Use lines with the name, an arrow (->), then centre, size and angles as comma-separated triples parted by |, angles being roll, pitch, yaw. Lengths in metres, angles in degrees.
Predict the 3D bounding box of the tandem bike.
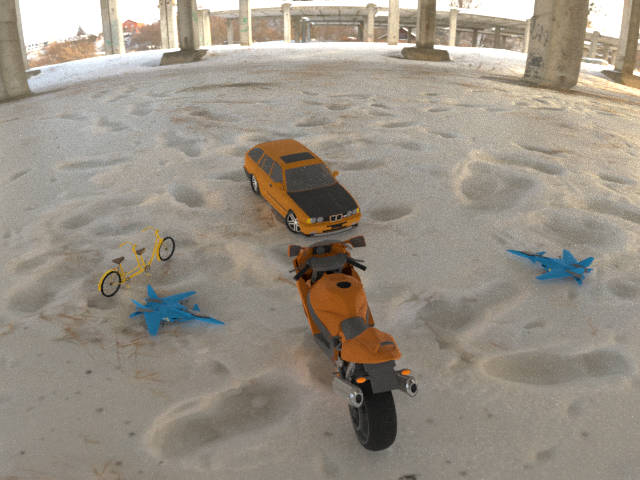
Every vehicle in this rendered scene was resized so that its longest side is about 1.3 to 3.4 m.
tandem bike -> -2.751, 0.275, 10.571 | 0.283, 0.682, 1.642 | 15, 32, 26

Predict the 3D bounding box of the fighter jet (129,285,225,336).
fighter jet -> -1.928, 0.964, 9.712 | 1.358, 0.286, 1.147 | 10, 30, 18

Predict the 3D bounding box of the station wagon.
station wagon -> -0.380, -1.067, 12.805 | 1.327, 0.920, 3.105 | -13, 31, -22

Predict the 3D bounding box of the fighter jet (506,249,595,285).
fighter jet -> 3.551, 0.282, 10.974 | 1.358, 0.286, 1.147 | 20, 34, 33

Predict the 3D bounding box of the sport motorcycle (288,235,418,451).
sport motorcycle -> 0.287, 1.054, 8.166 | 0.983, 1.596, 2.955 | -8, 29, -14
